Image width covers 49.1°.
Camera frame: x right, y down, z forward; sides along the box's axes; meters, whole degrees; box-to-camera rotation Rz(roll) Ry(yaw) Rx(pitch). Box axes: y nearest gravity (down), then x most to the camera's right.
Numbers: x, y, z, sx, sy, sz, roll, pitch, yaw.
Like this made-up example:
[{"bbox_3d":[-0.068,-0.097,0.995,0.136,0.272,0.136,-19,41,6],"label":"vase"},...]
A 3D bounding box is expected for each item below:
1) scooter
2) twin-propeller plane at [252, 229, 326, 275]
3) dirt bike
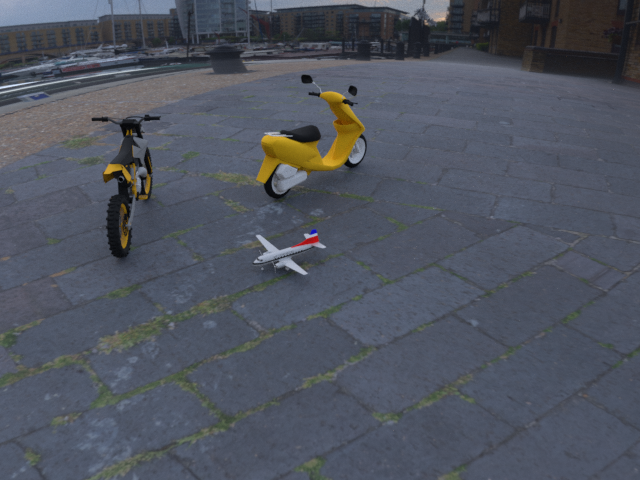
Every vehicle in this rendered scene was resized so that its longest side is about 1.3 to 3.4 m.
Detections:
[{"bbox_3d":[-0.060,-1.838,12.193,1.288,1.786,2.721,23,35,37],"label":"scooter"},{"bbox_3d":[-0.474,0.143,9.880,1.095,0.407,1.370,-16,32,-29],"label":"twin-propeller plane"},{"bbox_3d":[-2.923,-0.995,10.704,1.024,1.666,2.903,-1,28,-2],"label":"dirt bike"}]
